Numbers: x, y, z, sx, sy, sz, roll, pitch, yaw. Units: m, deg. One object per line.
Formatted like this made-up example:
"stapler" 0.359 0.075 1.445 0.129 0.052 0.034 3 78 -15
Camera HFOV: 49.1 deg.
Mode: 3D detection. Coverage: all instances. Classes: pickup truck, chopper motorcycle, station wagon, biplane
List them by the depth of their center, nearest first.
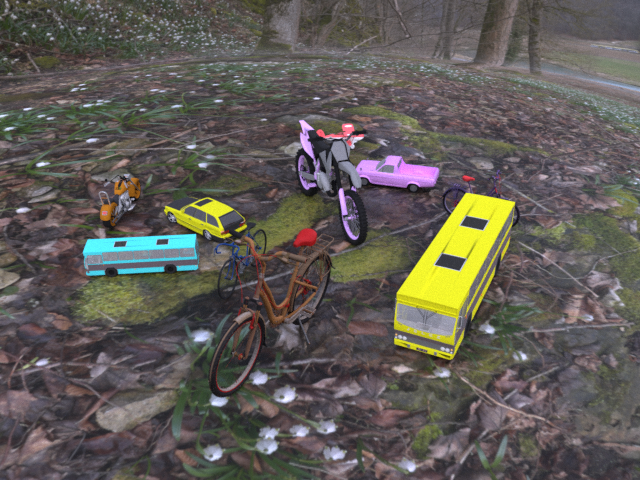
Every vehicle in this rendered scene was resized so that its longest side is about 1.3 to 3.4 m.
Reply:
"station wagon" -1.985 -0.444 11.927 1.597 0.473 0.682 23 37 35
"chopper motorcycle" -3.488 -0.807 12.278 0.466 0.761 1.563 3 30 6
"pickup truck" 1.467 -1.303 13.415 1.603 0.511 0.640 9 31 15
"biplane" 0.461 -2.230 15.066 1.090 0.504 1.336 -1 29 -1

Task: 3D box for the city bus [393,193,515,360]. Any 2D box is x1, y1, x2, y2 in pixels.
"city bus" 1.989 0.415 9.973 0.926 0.894 3.255 13 32 22

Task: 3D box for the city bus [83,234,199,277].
"city bus" -2.713 0.244 10.719 1.674 0.460 0.476 -3 30 -5

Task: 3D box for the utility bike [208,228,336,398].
"utility bike" -0.428 0.659 8.578 1.039 1.839 2.791 16 33 26

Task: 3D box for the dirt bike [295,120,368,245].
"dirt bike" 0.160 -1.135 11.939 1.024 1.666 2.903 -12 31 -20

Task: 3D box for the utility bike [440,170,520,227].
"utility bike" 2.764 -0.757 12.001 1.435 0.946 0.535 16 33 27

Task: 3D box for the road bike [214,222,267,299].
"road bike" -1.137 0.230 10.346 0.358 0.852 1.545 11 31 19
